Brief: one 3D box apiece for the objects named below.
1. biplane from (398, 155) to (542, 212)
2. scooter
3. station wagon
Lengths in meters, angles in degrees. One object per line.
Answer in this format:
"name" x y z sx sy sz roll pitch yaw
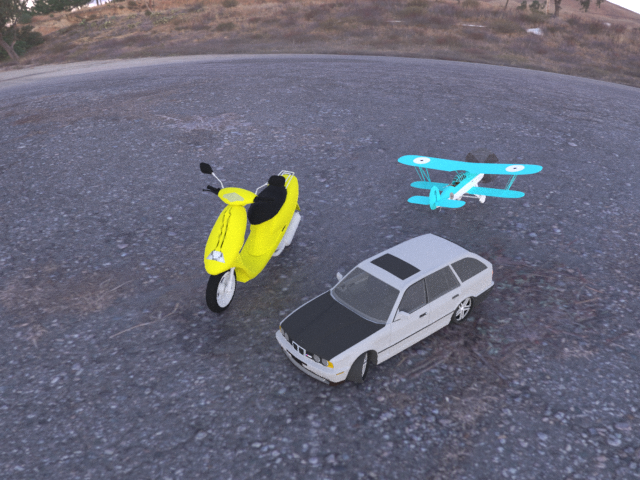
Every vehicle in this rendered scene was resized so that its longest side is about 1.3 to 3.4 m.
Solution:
"biplane" 2.333 -0.941 11.968 2.598 0.981 2.120 19 34 30
"scooter" -0.928 -0.296 9.955 1.288 1.786 2.721 11 31 20
"station wagon" 0.890 0.740 8.965 3.105 0.920 1.327 -23 36 -35
